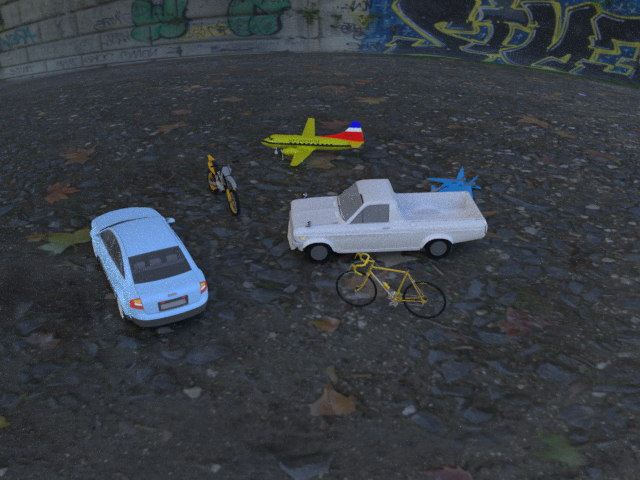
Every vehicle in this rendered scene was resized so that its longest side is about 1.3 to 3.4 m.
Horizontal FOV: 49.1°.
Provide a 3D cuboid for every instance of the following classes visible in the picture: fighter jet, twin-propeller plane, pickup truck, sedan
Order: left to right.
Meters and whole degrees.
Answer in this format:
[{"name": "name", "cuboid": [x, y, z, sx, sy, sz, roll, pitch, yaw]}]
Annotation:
[{"name": "sedan", "cuboid": [-2.589, 0.169, 10.257, 1.235, 0.940, 3.137, -14, 32, -23]}, {"name": "twin-propeller plane", "cuboid": [-0.163, -2.105, 14.418, 2.129, 0.792, 2.663, 3, 30, 6]}, {"name": "pickup truck", "cuboid": [1.033, -0.383, 11.177, 3.117, 0.993, 1.244, -2, 30, -4]}, {"name": "fighter jet", "cuboid": [2.313, -0.982, 12.951, 1.358, 0.286, 1.147, -19, 35, -30]}]

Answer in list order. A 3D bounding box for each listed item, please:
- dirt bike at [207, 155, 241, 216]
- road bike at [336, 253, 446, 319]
[{"name": "dirt bike", "cuboid": [-1.729, -1.038, 12.469, 0.527, 0.857, 1.493, -15, 33, -24]}, {"name": "road bike", "cuboid": [0.957, 0.634, 9.527, 1.545, 0.852, 0.358, 9, 31, 15]}]
